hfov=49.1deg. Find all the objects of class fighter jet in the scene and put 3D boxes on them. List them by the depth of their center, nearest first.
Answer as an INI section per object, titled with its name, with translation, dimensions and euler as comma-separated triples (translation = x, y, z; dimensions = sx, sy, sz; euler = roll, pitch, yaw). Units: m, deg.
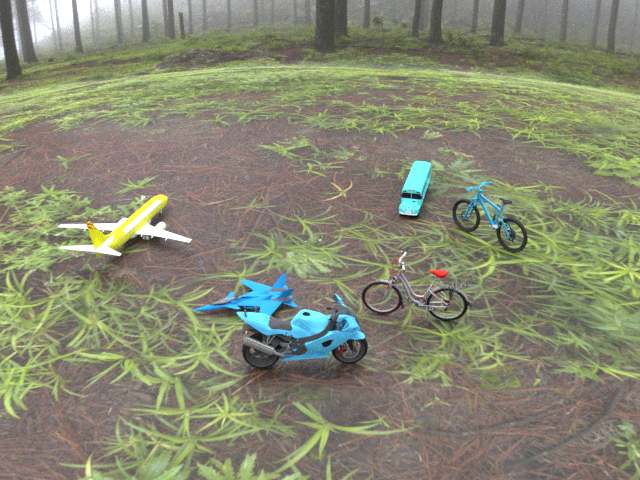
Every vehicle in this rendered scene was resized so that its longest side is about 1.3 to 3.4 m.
[fighter jet]
translation = -1.033, 0.775, 9.444
dimensions = 1.358, 0.286, 1.147
euler = -8, 28, -15

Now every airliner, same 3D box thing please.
[airliner]
translation = -3.010, -0.399, 11.132
dimensions = 2.257, 0.835, 2.541
euler = 6, 28, 12

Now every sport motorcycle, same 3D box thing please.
[sport motorcycle]
translation = -0.189, 1.122, 8.180
dimensions = 1.520, 0.821, 0.506
euler = -2, 27, -4

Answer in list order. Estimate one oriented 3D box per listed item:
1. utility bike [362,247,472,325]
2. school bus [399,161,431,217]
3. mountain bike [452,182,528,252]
[utility bike]
translation = 1.245, 0.640, 8.983
dimensions = 1.435, 0.946, 0.535
euler = 5, 28, 10
[school bus]
translation = 1.723, -0.926, 12.600
dimensions = 0.365, 0.434, 1.708
euler = 7, 28, 13
[mountain bike]
translation = 2.676, -0.376, 11.051
dimensions = 0.573, 0.868, 1.469
euler = -20, 33, -34
